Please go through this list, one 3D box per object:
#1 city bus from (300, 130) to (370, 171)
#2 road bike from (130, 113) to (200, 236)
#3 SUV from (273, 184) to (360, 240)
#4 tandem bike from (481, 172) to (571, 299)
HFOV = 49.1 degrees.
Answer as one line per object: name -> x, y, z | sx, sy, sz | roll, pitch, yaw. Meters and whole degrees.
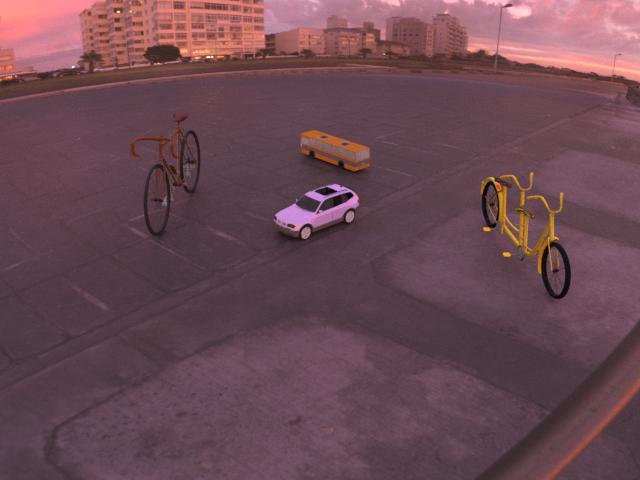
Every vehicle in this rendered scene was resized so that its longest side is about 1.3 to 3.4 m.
city bus -> 0.293, -1.837, 14.477 | 0.476, 0.460, 1.674 | -22, 33, -37
road bike -> -2.481, -1.257, 11.891 | 0.696, 1.656, 3.004 | 3, 26, 6
SUV -> -0.044, -0.506, 11.572 | 1.572, 0.580, 0.656 | -21, 33, -37
tandem bike -> 2.996, -0.347, 10.381 | 0.550, 1.326, 3.192 | -4, 26, -8
